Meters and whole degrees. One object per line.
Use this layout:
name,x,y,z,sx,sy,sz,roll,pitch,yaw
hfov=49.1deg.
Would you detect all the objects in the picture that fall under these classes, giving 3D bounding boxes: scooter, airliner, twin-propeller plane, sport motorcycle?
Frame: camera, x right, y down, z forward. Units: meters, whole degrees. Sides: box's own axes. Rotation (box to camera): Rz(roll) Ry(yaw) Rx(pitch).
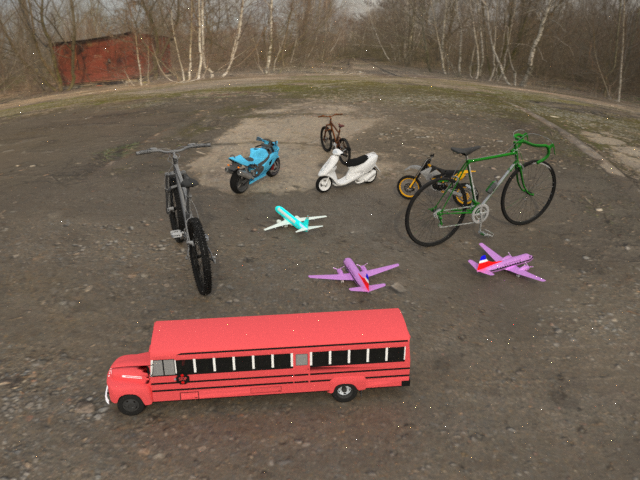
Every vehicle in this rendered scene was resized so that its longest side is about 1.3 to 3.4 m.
scooter,0.537,-1.427,13.270,1.399,0.919,0.662,-13,29,-25
airliner,-0.473,-0.429,11.786,1.161,0.429,1.307,-13,29,-25
twin-propeller plane,2.739,0.308,10.304,1.095,0.407,1.370,-14,29,-26
twin-propeller plane,0.523,0.454,10.004,1.370,0.407,1.095,-7,27,-14
sport motorcycle,-1.236,-1.446,13.419,0.506,0.821,1.520,16,30,29

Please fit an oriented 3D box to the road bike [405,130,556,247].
road bike,2.655,-0.829,11.208,3.004,1.656,0.696,-12,29,-23

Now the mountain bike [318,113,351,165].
mountain bike,0.321,-2.161,14.830,0.573,0.868,1.469,-11,28,-21

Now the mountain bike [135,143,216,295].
mountain bike,-1.986,-0.408,10.310,1.114,1.688,2.857,-10,28,-19

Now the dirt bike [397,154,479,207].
dirt bike,2.115,-1.052,12.573,1.493,0.857,0.527,9,27,18

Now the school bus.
school bus,-0.687,1.313,7.750,3.322,0.844,0.709,-3,26,-5
